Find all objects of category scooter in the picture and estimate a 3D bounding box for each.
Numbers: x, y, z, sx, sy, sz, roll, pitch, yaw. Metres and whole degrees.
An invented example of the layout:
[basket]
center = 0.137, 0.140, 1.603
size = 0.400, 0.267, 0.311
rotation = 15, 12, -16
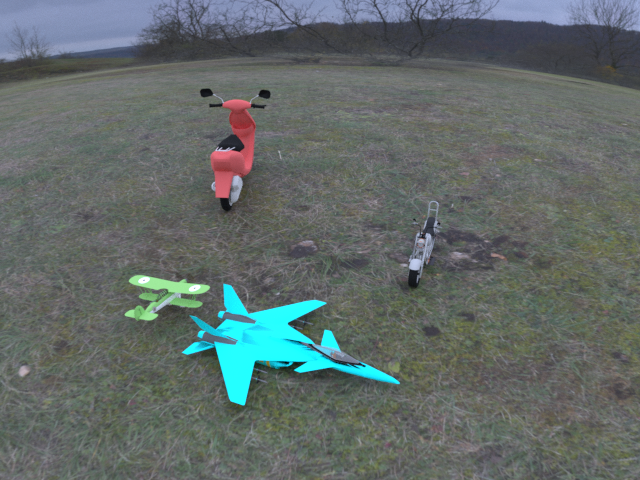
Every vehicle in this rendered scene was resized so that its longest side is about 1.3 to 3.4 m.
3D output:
[scooter]
center = -1.548, -1.778, 12.742
size = 1.288, 1.786, 2.721
rotation = 2, 29, 4

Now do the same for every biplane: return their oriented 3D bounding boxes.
[biplane]
center = -2.128, 0.791, 9.410
size = 1.336, 0.504, 1.090
rotation = 14, 32, 24

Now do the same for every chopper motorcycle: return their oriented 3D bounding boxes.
[chopper motorcycle]
center = 1.555, 0.046, 10.495
size = 0.466, 0.761, 1.563
rotation = 9, 30, 16

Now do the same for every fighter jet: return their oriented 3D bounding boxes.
[fighter jet]
center = -0.272, 1.247, 8.528
size = 2.640, 0.557, 2.229
rotation = 13, 31, 22
